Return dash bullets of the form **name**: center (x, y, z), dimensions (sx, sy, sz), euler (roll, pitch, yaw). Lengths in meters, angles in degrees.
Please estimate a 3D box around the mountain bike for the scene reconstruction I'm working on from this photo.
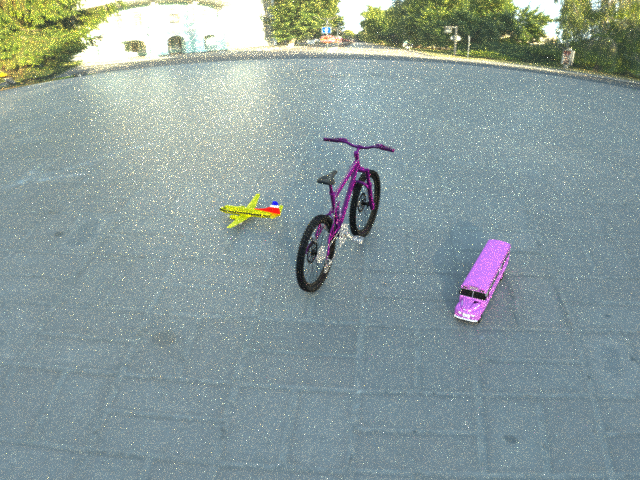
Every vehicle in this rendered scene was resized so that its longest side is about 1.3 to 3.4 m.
- **mountain bike**: center (0.341, -0.456, 10.183), dimensions (1.114, 1.688, 2.857), euler (13, 31, 22)

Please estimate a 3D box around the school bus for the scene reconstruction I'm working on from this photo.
- **school bus**: center (2.249, 0.549, 9.636), dimensions (0.365, 0.434, 1.708), euler (13, 31, 23)

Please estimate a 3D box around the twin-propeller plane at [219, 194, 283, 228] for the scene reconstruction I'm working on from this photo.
- **twin-propeller plane**: center (-1.172, -0.513, 11.644), dimensions (1.095, 0.407, 1.370), euler (8, 29, 14)
